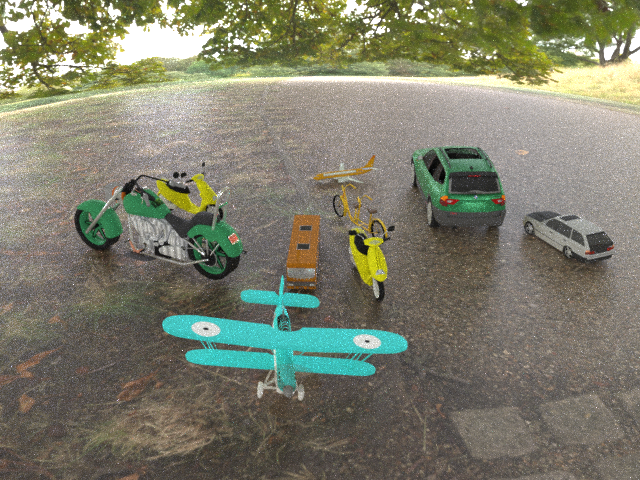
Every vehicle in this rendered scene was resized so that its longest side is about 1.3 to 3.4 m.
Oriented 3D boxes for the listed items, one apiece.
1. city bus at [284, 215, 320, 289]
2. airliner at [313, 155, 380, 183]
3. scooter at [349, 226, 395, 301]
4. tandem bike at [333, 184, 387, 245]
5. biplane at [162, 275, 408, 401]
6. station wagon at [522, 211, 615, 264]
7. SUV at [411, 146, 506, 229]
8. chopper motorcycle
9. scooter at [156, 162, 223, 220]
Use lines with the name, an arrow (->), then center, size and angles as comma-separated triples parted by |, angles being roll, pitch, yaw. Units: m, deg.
city bus -> -0.229, 0.166, 10.417 | 0.476, 0.460, 1.674 | 1, 26, 2
airliner -> 0.492, -1.387, 13.657 | 1.307, 0.429, 1.161 | -8, 27, -16
scooter -> 0.670, 0.182, 9.860 | 0.662, 0.919, 1.399 | -6, 27, -13
tandem bike -> 0.633, -0.470, 11.477 | 0.283, 0.682, 1.642 | -14, 29, -26
biplane -> -0.369, 1.113, 7.867 | 2.598, 0.981, 2.120 | -2, 26, -5
station wagon -> 3.889, -0.153, 11.060 | 0.682, 0.473, 1.597 | -10, 28, -20
SUV -> 2.393, -1.133, 12.333 | 1.276, 1.128, 3.058 | -1, 26, -2
chopper motorcycle -> -2.454, -0.317, 10.246 | 3.040, 1.480, 0.906 | 13, 29, 26
scooter -> -2.257, -0.830, 11.948 | 1.399, 0.919, 0.662 | 13, 29, 24
